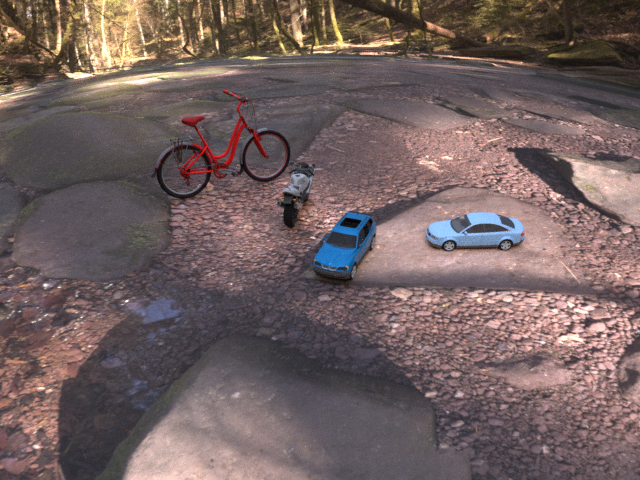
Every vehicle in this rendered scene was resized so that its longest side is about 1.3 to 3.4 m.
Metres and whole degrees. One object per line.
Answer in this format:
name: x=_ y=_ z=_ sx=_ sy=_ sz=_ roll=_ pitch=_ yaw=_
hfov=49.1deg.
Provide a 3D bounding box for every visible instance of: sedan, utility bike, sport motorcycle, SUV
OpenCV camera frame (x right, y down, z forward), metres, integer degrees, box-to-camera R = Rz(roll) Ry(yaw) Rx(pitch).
sedan: x=2.558 y=-0.170 z=11.547 sx=1.613 sy=0.483 sz=0.635 roll=-1 pitch=29 yaw=-2
utility bike: x=-1.876 y=-1.833 z=13.160 sx=2.791 sy=1.839 sz=1.039 roll=-14 pitch=32 yaw=-24
sport motorcycle: x=-0.397 y=-0.849 z=12.429 sx=0.506 sy=0.821 sz=1.520 roll=6 pitch=29 yaw=11
SUV: x=0.415 y=0.053 z=11.043 sx=0.656 sy=0.580 sz=1.572 roll=11 pitch=31 yaw=19
